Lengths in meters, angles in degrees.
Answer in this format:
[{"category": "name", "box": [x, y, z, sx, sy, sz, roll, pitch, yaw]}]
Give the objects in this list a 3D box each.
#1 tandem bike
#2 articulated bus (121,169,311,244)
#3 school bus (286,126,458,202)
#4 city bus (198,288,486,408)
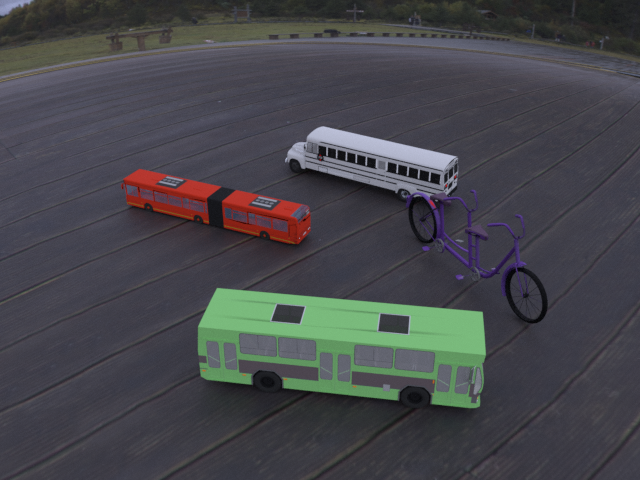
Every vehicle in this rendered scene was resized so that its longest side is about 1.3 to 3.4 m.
[{"category": "tandem bike", "box": [2.164, -0.043, 10.059, 0.550, 1.326, 3.192, -15, 34, -24]}, {"category": "articulated bus", "box": [-1.786, -0.585, 11.717, 3.401, 0.561, 0.605, 13, 33, 21]}, {"category": "school bus", "box": [0.860, -1.424, 12.850, 3.322, 0.844, 0.709, 17, 35, 27]}, {"category": "city bus", "box": [0.252, 1.286, 8.248, 3.255, 0.894, 0.926, 5, 31, 8]}]
